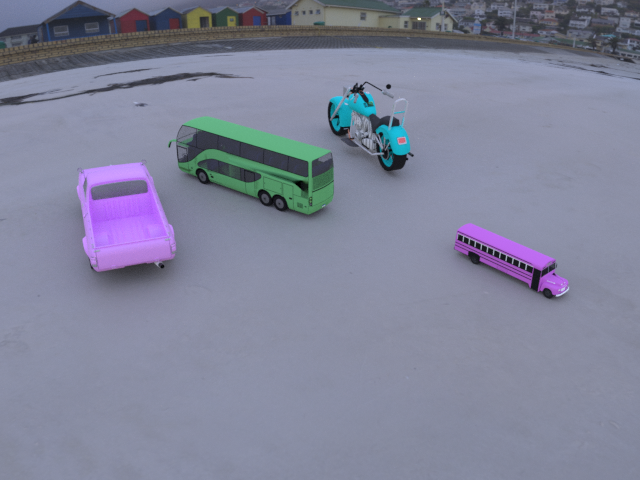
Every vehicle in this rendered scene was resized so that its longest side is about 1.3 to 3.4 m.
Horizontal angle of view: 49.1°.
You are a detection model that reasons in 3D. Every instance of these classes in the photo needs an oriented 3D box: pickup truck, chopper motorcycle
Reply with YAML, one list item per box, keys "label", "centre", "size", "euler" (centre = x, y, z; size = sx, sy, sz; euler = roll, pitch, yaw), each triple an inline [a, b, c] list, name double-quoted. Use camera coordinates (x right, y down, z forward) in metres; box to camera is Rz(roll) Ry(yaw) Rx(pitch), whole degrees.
- label: "pickup truck"
  centre: [-2.970, -0.494, 10.499]
  size: [1.244, 0.993, 3.117]
  euler: [-10, 30, -17]
- label: "chopper motorcycle"
  centre: [0.868, -2.375, 13.419]
  size: [0.906, 1.480, 3.040]
  euler: [-12, 31, -20]

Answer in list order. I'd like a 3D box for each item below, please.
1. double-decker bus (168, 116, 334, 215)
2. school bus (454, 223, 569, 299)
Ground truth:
- label: "double-decker bus"
  centre: [-1.215, -1.334, 11.969]
  size: [3.251, 1.052, 0.756]
  euler: [20, 35, 32]
- label: "school bus"
  centre: [2.644, 0.271, 9.687]
  size: [0.365, 0.434, 1.708]
  euler: [-23, 36, -36]
